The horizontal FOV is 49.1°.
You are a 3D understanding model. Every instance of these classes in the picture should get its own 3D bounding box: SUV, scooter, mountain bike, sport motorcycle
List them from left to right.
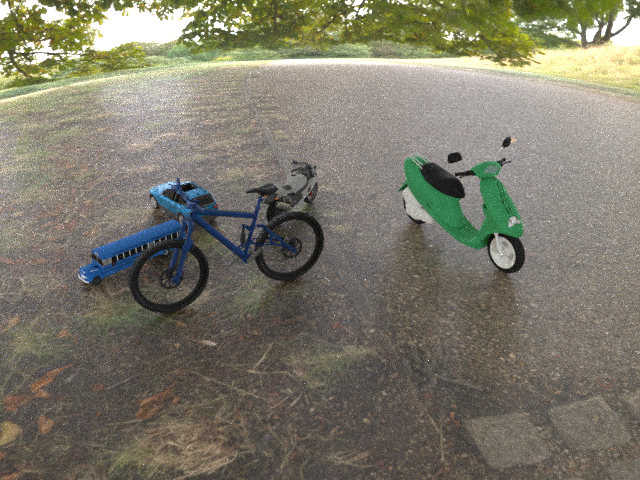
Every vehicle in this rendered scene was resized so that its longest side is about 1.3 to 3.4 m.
[{"bbox_3d":[-2.362,-0.719,12.081,0.656,0.580,1.572,-22,36,-35],"label":"SUV"},{"bbox_3d":[-1.221,0.026,9.559,2.857,1.688,1.114,-14,32,-24],"label":"mountain bike"},{"bbox_3d":[-0.465,-0.821,12.018,0.506,0.821,1.520,16,33,27],"label":"sport motorcycle"},{"bbox_3d":[2.168,-0.724,10.830,1.288,1.786,2.721,-18,34,-30],"label":"scooter"}]

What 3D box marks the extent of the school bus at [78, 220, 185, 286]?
[{"bbox_3d":[-2.838,0.175,10.594,1.708,0.434,0.365,-25,37,-38],"label":"school bus"}]
